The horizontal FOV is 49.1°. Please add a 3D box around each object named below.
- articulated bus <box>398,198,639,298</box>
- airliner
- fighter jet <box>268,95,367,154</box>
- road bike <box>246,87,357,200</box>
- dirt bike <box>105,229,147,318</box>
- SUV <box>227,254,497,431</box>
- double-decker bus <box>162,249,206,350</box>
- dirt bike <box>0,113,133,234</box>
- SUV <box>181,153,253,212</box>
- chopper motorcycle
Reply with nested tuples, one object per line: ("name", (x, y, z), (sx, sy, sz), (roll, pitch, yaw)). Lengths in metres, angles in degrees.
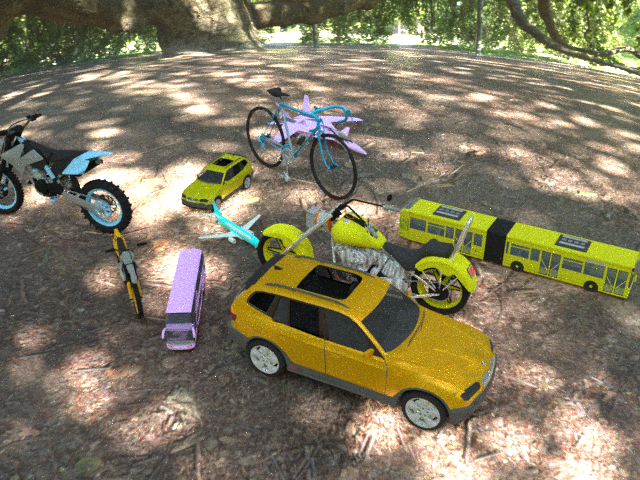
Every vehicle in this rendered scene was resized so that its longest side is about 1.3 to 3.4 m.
("articulated bus", (2.781, 0.068, 10.100), (3.401, 0.561, 0.605), (16, 33, 26))
("airliner", (-1.302, -0.249, 10.796), (1.161, 0.429, 1.307), (-23, 37, -35))
("fighter jet", (0.113, -2.321, 14.340), (2.229, 0.557, 2.640), (-20, 35, -31))
("road bike", (-0.400, -1.780, 12.263), (0.696, 1.656, 3.004), (-24, 37, -35))
("dirt bike", (-2.541, 0.374, 9.256), (0.527, 0.857, 1.493), (-12, 32, -21))
("SUV", (0.435, 1.009, 7.855), (3.058, 1.128, 1.276), (14, 32, 23))
("double-decker bus", (-1.703, 0.743, 8.924), (0.389, 0.541, 1.672), (-2, 29, -3))
("dirt bike", (-4.257, -0.996, 10.862), (2.903, 1.666, 1.024), (9, 31, 16))
("SUV", (-1.750, -1.014, 11.999), (0.656, 0.580, 1.572), (13, 32, 22))
("chopper motorcycle", (0.553, 0.088, 9.129), (3.040, 1.480, 0.906), (13, 32, 21))
